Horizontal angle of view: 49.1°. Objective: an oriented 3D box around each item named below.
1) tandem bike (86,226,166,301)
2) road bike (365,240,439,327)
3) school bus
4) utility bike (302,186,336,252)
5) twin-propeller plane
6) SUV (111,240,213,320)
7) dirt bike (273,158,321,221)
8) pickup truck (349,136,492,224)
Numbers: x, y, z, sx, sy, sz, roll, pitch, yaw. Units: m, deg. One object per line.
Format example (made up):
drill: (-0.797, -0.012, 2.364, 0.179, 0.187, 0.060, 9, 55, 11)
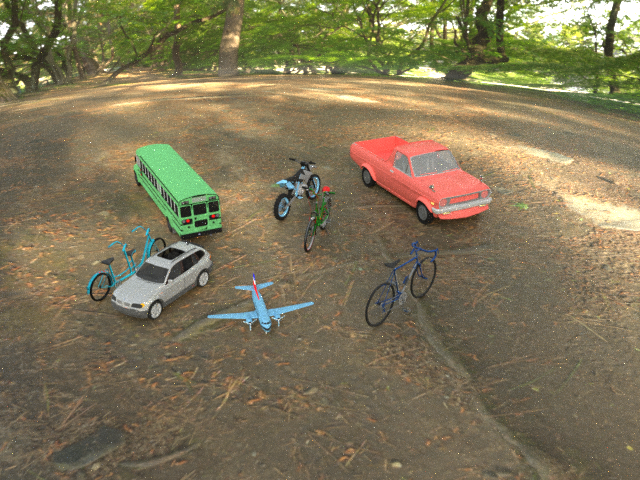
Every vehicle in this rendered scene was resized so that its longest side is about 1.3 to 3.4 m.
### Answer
tandem bike: (-2.691, 0.276, 9.815, 0.283, 0.682, 1.642, 12, 29, 24)
road bike: (1.078, 0.545, 9.067, 0.358, 0.852, 1.545, 22, 33, 37)
school bus: (-2.572, -0.942, 12.136, 0.709, 0.844, 3.322, -12, 29, -24)
utility bike: (0.027, -0.438, 10.982, 0.535, 0.946, 1.435, 7, 27, 14)
twin-propeller plane: (-0.769, 0.822, 9.007, 1.370, 0.407, 1.095, -6, 27, -13)
SUV: (-2.115, 0.501, 9.469, 0.656, 0.580, 1.572, 14, 29, 27)
dirt bike: (-0.385, -0.929, 12.093, 0.527, 0.857, 1.493, 14, 29, 27)
pickup truck: (1.726, -1.271, 12.642, 1.244, 0.993, 3.117, -12, 28, -23)
